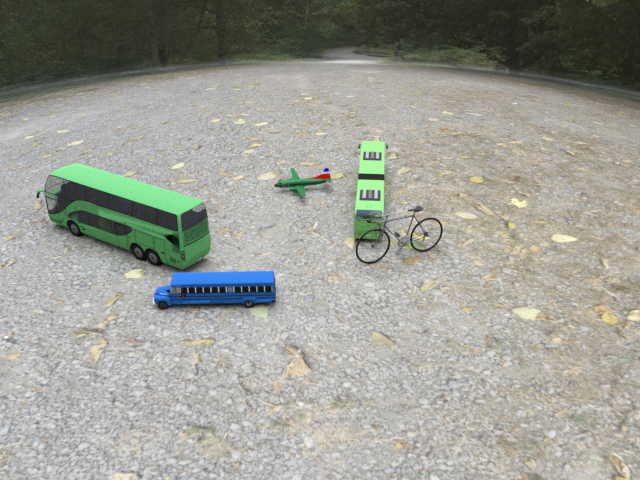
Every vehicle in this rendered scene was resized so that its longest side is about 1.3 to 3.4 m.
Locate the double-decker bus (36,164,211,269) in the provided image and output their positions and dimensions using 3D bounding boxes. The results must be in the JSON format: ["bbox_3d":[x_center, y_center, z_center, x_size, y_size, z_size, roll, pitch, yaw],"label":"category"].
[{"bbox_3d":[-3.184,-0.438,11.228,3.251,1.052,0.756,17,33,28],"label":"double-decker bus"}]

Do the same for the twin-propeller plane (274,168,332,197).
[{"bbox_3d":[-0.327,-1.135,13.212,1.095,0.407,1.370,-5,29,-10],"label":"twin-propeller plane"}]

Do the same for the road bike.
[{"bbox_3d":[1.246,-0.103,10.815,1.545,0.852,0.358,-12,30,-21],"label":"road bike"}]

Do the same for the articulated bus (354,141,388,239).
[{"bbox_3d":[0.935,-0.995,12.787,0.605,0.561,3.401,2,28,4],"label":"articulated bus"}]

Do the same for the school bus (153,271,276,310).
[{"bbox_3d":[-1.475,0.688,9.780,1.708,0.434,0.365,-1,28,-2],"label":"school bus"}]
